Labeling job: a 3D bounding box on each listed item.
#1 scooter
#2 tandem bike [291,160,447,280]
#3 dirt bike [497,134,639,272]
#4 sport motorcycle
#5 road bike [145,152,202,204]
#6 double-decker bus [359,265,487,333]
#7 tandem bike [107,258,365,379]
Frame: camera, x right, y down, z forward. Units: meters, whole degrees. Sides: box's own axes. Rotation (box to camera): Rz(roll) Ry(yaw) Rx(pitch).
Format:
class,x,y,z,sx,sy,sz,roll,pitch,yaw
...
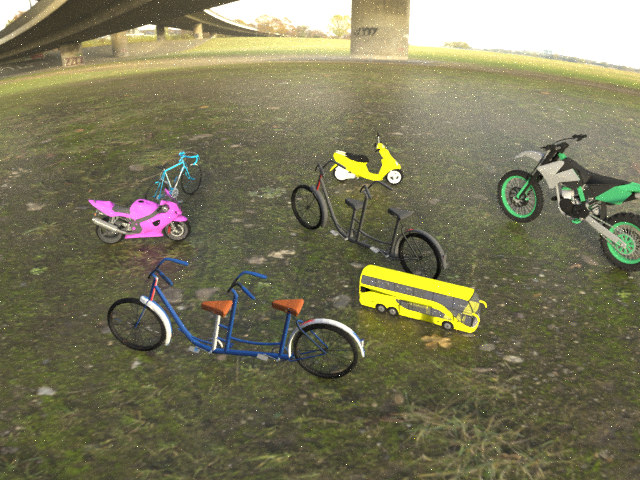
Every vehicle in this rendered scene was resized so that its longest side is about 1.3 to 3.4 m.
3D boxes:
class,x,y,z,sx,sy,sz,roll,pitch,yaw
scooter,0.886,-1.497,13.176,1.399,0.919,0.662,4,28,8
tandem bike,0.629,-0.364,10.593,0.550,1.326,3.192,-24,36,-38
dirt bike,3.924,-0.674,10.815,1.024,1.666,2.903,-19,33,-32
sport motorcycle,-2.828,-0.331,11.071,1.520,0.821,0.506,-2,28,-4
road bike,-2.580,-1.042,12.386,0.358,0.852,1.545,15,31,26
double-decker bus,1.333,0.779,9.268,1.672,0.541,0.389,13,30,23
tandem bike,-1.050,0.924,8.152,3.192,1.326,0.550,6,28,11
